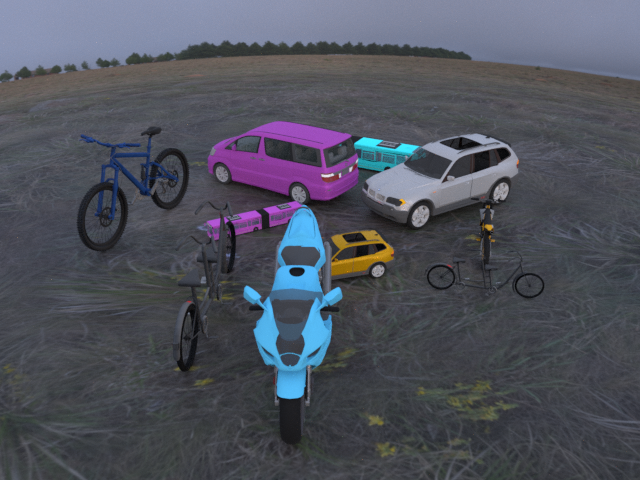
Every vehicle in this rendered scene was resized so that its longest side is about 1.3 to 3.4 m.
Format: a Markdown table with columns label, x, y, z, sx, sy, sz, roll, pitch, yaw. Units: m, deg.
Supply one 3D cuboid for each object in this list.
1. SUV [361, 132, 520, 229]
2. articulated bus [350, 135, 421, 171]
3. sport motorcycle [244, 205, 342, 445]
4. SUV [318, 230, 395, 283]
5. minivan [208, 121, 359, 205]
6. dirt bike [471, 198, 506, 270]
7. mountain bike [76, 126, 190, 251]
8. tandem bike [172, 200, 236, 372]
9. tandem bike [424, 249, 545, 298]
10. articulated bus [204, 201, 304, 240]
| label | x | y | z | sx | sy | sz | roll | pitch | yaw |
| --- | --- | --- | --- | --- | --- | --- | --- | --- | --- |
| SUV | 2.178 | -1.142 | 12.425 | 3.058 | 1.128 | 1.276 | -16 | 31 | -29 |
| articulated bus | 0.503 | -1.881 | 14.552 | 3.401 | 0.561 | 0.605 | 13 | 29 | 25 |
| sport motorcycle | -0.247 | 0.840 | 7.903 | 0.983 | 1.596 | 2.955 | 1 | 26 | 2 |
| SUV | 0.321 | 0.234 | 10.267 | 1.572 | 0.580 | 0.656 | -8 | 27 | -15 |
| minivan | -0.768 | -1.578 | 13.226 | 3.011 | 1.197 | 1.324 | 17 | 31 | 30 |
| dirt bike | 2.556 | -0.181 | 10.792 | 0.527 | 0.857 | 1.493 | 5 | 27 | 10 |
| mountain bike | -3.015 | -0.991 | 11.490 | 1.114 | 1.688 | 2.857 | 11 | 28 | 21 |
| tandem bike | -1.458 | 0.402 | 9.091 | 0.550 | 1.326 | 3.192 | 2 | 26 | 5 |
| tandem bike | 2.283 | 0.451 | 9.715 | 1.642 | 0.682 | 0.283 | 5 | 27 | 10 |
| articulated bus | -1.057 | -0.335 | 11.741 | 1.749 | 0.289 | 0.311 | -15 | 30 | -27 |
